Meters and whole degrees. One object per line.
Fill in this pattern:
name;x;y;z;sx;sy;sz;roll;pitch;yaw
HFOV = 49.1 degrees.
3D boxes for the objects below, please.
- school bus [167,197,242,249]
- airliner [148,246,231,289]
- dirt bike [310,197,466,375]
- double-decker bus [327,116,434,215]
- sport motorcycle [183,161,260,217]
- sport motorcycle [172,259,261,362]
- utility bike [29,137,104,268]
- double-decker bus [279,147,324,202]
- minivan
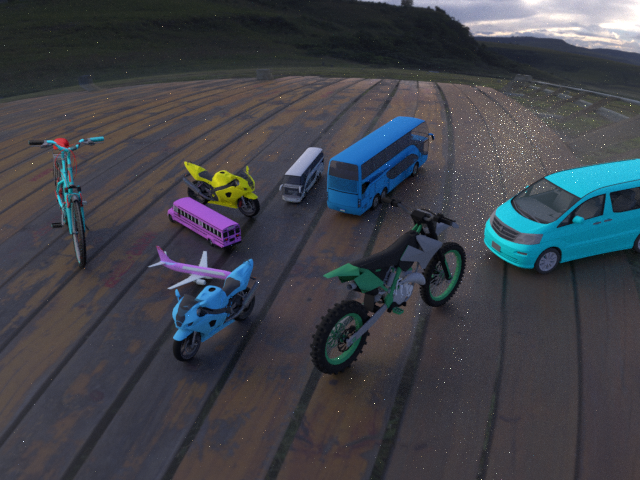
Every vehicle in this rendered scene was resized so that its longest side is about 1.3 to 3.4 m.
school bus;-1.926;-0.310;11.385;0.365;0.434;1.708;-22;34;-37
airliner;-1.773;0.358;10.076;1.307;0.429;1.161;8;28;15
dirt bike;0.934;0.454;8.523;1.024;1.666;2.903;24;35;39
double-decker bus;1.171;-1.458;12.963;0.756;1.052;3.251;14;30;26
sport motorcycle;-1.697;-0.887;12.095;1.520;0.821;0.506;14;30;25
sport motorcycle;-1.292;0.858;8.660;0.506;0.821;1.520;16;31;29
utility bike;-3.832;-0.834;10.866;1.039;1.839;2.791;-12;29;-22
double-decker bus;-0.303;-1.211;13.042;0.389;0.541;1.672;7;28;14
minivan;4.026;-0.426;10.772;3.011;1.197;1.324;-10;29;-19
